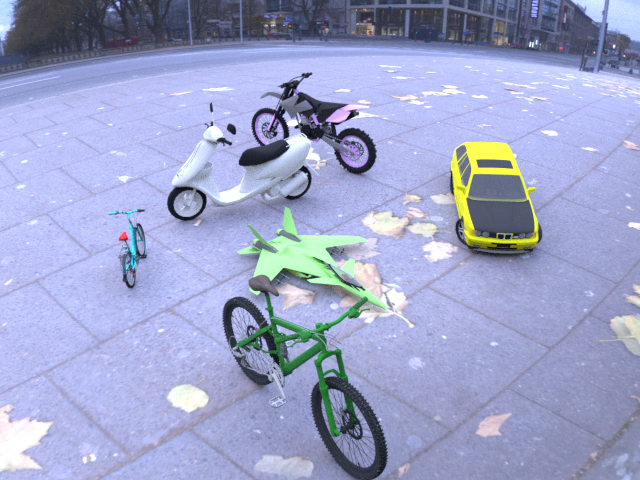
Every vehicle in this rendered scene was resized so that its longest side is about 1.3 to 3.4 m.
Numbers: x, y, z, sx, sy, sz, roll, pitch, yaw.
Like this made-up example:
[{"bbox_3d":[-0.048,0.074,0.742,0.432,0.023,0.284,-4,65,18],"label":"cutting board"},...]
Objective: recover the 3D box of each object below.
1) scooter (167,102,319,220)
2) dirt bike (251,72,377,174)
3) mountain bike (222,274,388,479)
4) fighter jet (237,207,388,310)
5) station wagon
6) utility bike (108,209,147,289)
[{"bbox_3d":[-1.303,-1.336,11.860,2.721,1.786,1.288,-13,32,-21],"label":"scooter"},{"bbox_3d":[-0.184,-2.294,13.643,2.903,1.666,1.024,18,34,28],"label":"dirt bike"},{"bbox_3d":[-0.277,1.271,7.437,1.114,1.688,2.857,-21,36,-32],"label":"mountain bike"},{"bbox_3d":[0.021,0.312,10.234,2.229,0.557,2.640,-25,38,-36],"label":"fighter jet"},{"bbox_3d":[2.917,-0.853,11.890,1.327,0.920,3.105,2,30,4],"label":"station wagon"},{"bbox_3d":[-2.813,0.056,10.288,0.535,0.946,1.435,-1,30,-2],"label":"utility bike"}]
